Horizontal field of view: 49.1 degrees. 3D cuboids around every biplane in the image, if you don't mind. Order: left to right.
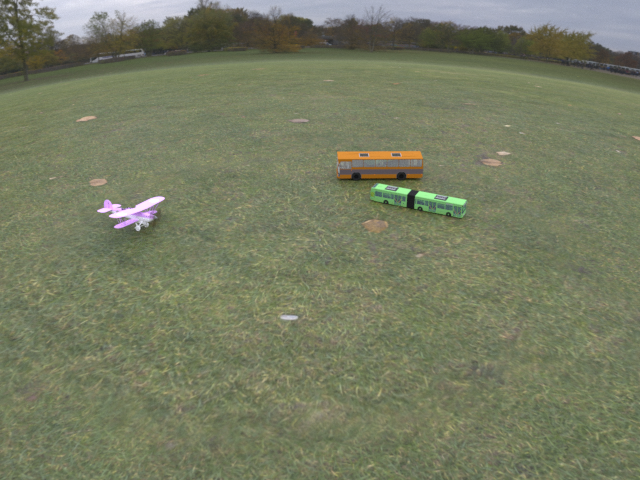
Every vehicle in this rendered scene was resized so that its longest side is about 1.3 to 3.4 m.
[{"bbox_3d":[-3.194,-0.458,11.841,1.090,0.504,1.336,11,30,20],"label":"biplane"}]

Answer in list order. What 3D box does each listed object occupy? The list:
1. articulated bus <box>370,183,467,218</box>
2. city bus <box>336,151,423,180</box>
[{"bbox_3d":[1.759,-0.711,12.540,1.749,0.289,0.311,13,31,23],"label":"articulated bus"},{"bbox_3d":[1.164,-1.456,13.749,1.674,0.460,0.476,0,28,-1],"label":"city bus"}]
